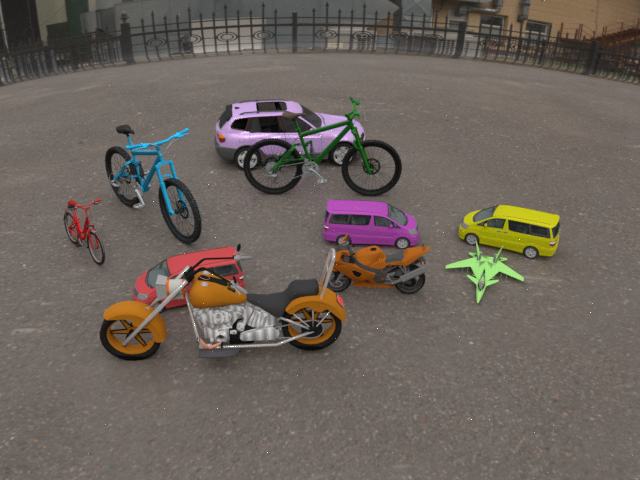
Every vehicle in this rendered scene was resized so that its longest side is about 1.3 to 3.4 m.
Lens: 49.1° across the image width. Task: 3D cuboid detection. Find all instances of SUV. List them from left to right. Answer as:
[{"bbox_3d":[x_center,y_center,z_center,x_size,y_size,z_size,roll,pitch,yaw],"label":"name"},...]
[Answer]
[{"bbox_3d":[-0.598,-2.186,14.068,3.058,1.128,1.276,-3,30,-6],"label":"SUV"}]

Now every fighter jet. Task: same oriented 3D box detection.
[{"bbox_3d":[2.415,0.482,10.315,1.147,0.286,1.358,9,31,15],"label":"fighter jet"}]

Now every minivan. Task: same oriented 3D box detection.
[{"bbox_3d":[-1.863,0.547,9.876,1.548,0.616,0.681,-10,32,-16],"label":"minivan"},{"bbox_3d":[0.832,-0.276,11.293,1.548,0.616,0.681,2,30,4],"label":"minivan"},{"bbox_3d":[3.009,-0.197,11.156,1.548,0.616,0.681,14,33,22],"label":"minivan"}]

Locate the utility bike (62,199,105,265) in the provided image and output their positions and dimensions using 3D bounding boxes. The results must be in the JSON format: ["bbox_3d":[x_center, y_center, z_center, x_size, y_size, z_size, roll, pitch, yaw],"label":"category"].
[{"bbox_3d":[-3.671,-0.239,10.899,0.535,0.946,1.435,-24,38,-35],"label":"utility bike"}]

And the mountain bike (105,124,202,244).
[{"bbox_3d":[-2.845,-1.042,11.543,1.114,1.688,2.857,-25,39,-36],"label":"mountain bike"}]

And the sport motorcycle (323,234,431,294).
[{"bbox_3d":[0.779,0.394,9.935,1.520,0.821,0.506,1,30,1],"label":"sport motorcycle"}]

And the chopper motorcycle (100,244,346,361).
[{"bbox_3d":[-1.196,0.793,8.593,3.040,1.480,0.906,-1,30,-3],"label":"chopper motorcycle"}]

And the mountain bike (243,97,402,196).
[{"bbox_3d":[0.041,-1.560,12.434,2.857,1.688,1.114,1,30,2],"label":"mountain bike"}]
